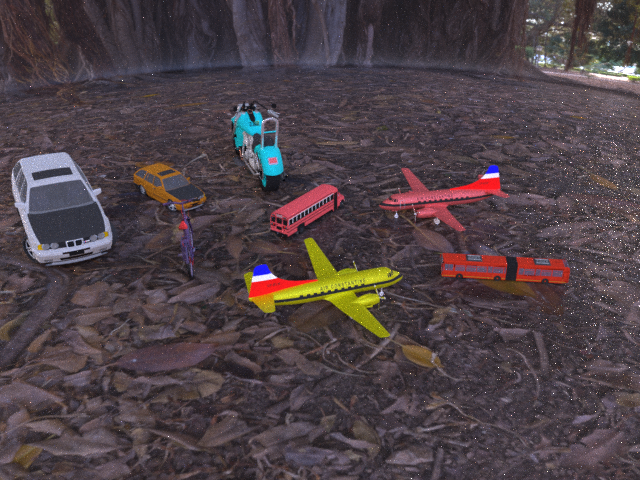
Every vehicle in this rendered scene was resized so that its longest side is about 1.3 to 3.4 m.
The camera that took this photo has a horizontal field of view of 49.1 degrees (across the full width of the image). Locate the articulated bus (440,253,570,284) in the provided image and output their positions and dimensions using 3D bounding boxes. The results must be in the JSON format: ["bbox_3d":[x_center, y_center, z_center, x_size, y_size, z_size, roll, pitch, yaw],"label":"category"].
[{"bbox_3d":[2.568,0.395,9.807,1.749,0.289,0.311,3,27,6],"label":"articulated bus"}]

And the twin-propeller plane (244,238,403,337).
[{"bbox_3d":[0.112,0.519,9.006,2.129,0.792,2.663,-10,28,-18],"label":"twin-propeller plane"}]

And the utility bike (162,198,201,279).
[{"bbox_3d":[-1.946,-0.075,10.007,0.535,0.946,1.435,-4,27,-8],"label":"utility bike"}]

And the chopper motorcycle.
[{"bbox_3d":[-1.249,-1.963,13.141,0.906,1.480,3.040,-9,28,-16],"label":"chopper motorcycle"}]

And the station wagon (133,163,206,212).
[{"bbox_3d":[-2.647,-0.957,12.270,0.682,0.473,1.597,-23,35,-38],"label":"station wagon"}]

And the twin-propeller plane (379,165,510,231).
[{"bbox_3d":[2.008,-0.793,11.595,2.129,0.792,2.663,-6,27,-11],"label":"twin-propeller plane"}]

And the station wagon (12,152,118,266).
[{"bbox_3d":[-4.161,-0.614,11.099,1.327,0.920,3.105,-13,30,-24],"label":"station wagon"}]

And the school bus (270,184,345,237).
[{"bbox_3d":[-0.161,-0.522,11.454,0.365,0.434,1.708,17,31,30],"label":"school bus"}]
